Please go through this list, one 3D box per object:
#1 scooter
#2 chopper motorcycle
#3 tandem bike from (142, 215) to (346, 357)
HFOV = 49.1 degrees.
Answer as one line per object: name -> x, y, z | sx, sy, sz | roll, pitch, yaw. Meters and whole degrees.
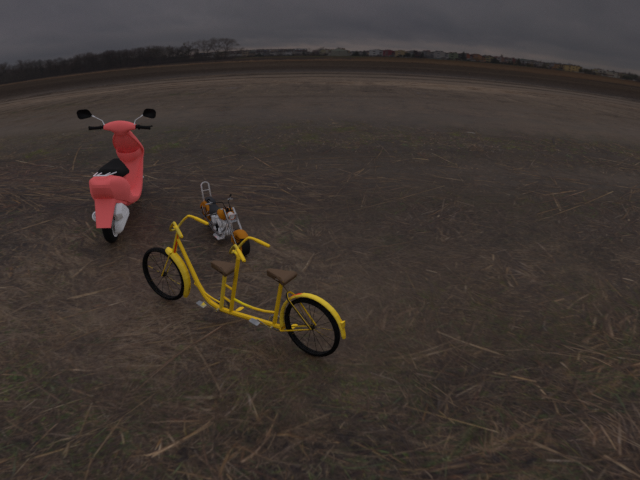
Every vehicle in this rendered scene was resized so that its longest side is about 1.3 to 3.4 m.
scooter -> -3.316, -1.199, 11.547 | 1.288, 1.786, 2.721 | -1, 26, -2
chopper motorcycle -> -1.508, -0.342, 10.965 | 0.466, 0.761, 1.563 | -15, 30, -28
tandem bike -> -1.058, 0.504, 8.601 | 3.192, 1.326, 0.550 | 16, 30, 29
